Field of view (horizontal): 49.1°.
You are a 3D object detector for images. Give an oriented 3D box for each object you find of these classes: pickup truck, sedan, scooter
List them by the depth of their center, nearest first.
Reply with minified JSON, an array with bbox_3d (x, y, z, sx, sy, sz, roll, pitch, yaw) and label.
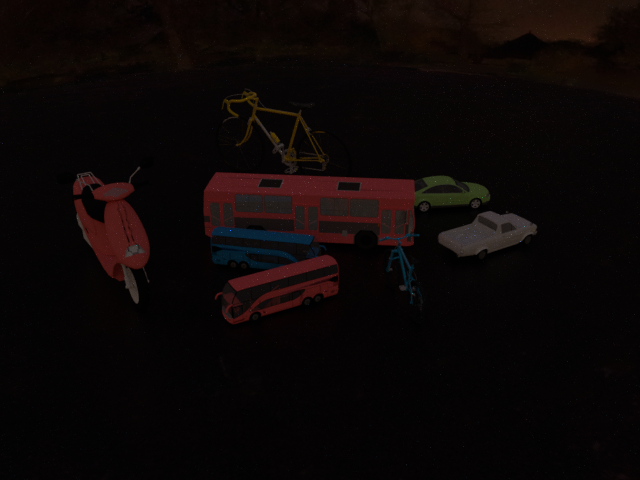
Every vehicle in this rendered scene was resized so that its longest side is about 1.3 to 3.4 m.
[{"bbox_3d":[-2.947,-0.308,9.766,1.288,1.786,2.721,-15,31,-28],"label":"scooter"},{"bbox_3d":[2.604,-0.119,10.807,1.603,0.511,0.640,-15,31,-28],"label":"pickup truck"},{"bbox_3d":[2.195,-0.850,12.288,1.613,0.483,0.635,-4,27,-7],"label":"sedan"}]

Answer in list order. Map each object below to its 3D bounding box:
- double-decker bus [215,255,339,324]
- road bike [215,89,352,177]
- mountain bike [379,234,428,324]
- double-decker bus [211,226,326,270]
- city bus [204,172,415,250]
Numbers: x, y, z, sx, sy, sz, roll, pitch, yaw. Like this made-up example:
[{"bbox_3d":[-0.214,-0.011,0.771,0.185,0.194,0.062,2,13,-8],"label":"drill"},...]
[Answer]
[{"bbox_3d":[-0.532,0.655,9.240,1.672,0.541,0.389,-14,30,-26],"label":"double-decker bus"},{"bbox_3d":[-0.741,-1.880,13.028,3.004,1.656,0.697,14,30,26],"label":"road bike"},{"bbox_3d":[1.122,0.457,9.269,0.573,0.868,1.469,-7,28,-14],"label":"mountain bike"},{"bbox_3d":[-0.762,0.158,10.225,1.672,0.541,0.389,5,27,11],"label":"double-decker bus"},{"bbox_3d":[-0.145,-0.456,11.051,3.255,0.894,0.926,3,27,5],"label":"city bus"}]
